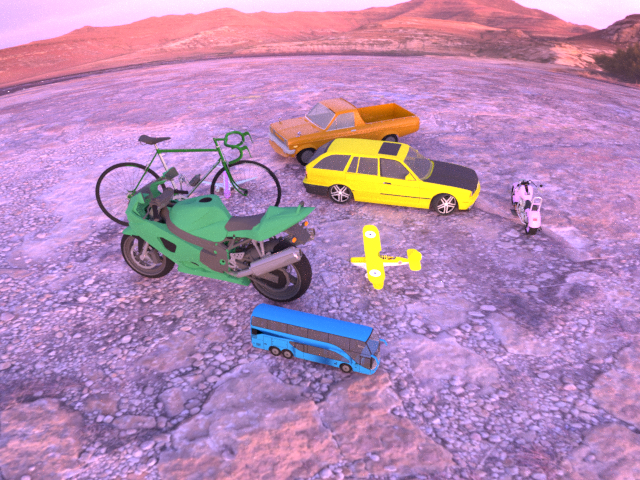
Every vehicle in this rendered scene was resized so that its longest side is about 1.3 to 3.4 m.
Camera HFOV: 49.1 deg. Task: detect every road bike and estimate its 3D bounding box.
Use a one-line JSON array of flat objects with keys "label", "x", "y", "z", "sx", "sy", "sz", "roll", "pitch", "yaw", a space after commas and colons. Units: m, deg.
[{"label": "road bike", "x": -2.134, "y": -0.962, "z": 11.290, "sx": 3.004, "sy": 1.656, "sz": 0.696, "roll": -1, "pitch": 29, "yaw": -3}]

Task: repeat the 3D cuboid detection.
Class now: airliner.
[{"label": "airliner", "x": -1.727, "y": -1.156, "z": 12.908, "sx": 1.161, "sy": 0.429, "sz": 1.307, "roll": -4, "pitch": 29, "yaw": -7}]

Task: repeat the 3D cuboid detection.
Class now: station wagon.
[{"label": "station wagon", "x": 1.294, "y": -1.203, "z": 12.485, "sx": 3.105, "sy": 0.920, "sz": 1.327, "roll": 7, "pitch": 30, "yaw": 13}]

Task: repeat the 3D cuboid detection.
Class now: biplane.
[{"label": "biplane", "x": 0.931, "y": 0.310, "z": 10.180, "sx": 1.090, "sy": 0.504, "sz": 1.336, "roll": -1, "pitch": 29, "yaw": -1}]

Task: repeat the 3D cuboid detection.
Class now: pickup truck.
[{"label": "pickup truck", "x": 0.509, "y": -2.377, "z": 14.532, "sx": 3.117, "sy": 0.993, "sz": 1.244, "roll": -13, "pitch": 31, "yaw": -22}]

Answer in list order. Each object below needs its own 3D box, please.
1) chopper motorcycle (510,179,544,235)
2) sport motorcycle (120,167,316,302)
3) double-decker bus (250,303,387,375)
[{"label": "chopper motorcycle", "x": 3.437, "y": -0.676, "z": 11.696, "sx": 0.466, "sy": 0.761, "sz": 1.563, "roll": 1, "pitch": 29, "yaw": 3}, {"label": "sport motorcycle", "x": -1.470, "y": -0.009, "z": 9.629, "sx": 2.955, "sy": 1.596, "sz": 0.983, "roll": 9, "pitch": 30, "yaw": 15}, {"label": "double-decker bus", "x": -0.040, "y": 1.208, "z": 8.519, "sx": 1.672, "sy": 0.541, "sz": 0.389, "roll": 10, "pitch": 31, "yaw": 18}]
